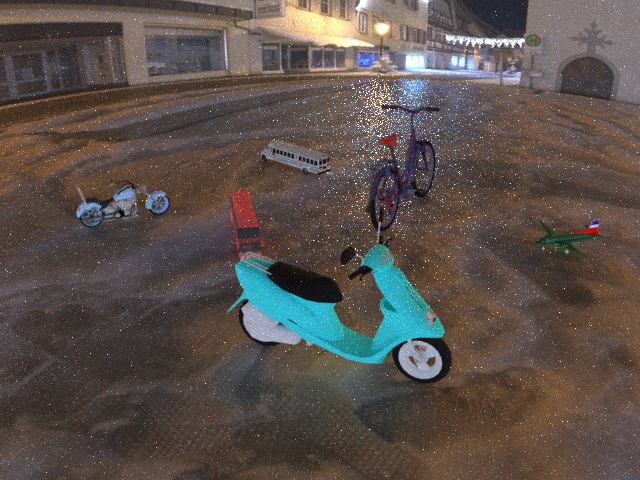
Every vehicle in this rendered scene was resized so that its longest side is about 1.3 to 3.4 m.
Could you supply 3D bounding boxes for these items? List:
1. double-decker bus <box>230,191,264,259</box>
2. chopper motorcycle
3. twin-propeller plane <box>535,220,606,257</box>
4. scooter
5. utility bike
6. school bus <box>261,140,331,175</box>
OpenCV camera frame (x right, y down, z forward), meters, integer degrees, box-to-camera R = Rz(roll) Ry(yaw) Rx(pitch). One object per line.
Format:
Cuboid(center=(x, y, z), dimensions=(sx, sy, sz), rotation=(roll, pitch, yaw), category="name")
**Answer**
Cuboid(center=(-1.191, -0.240, 11.089), dimensions=(0.389, 0.541, 1.672), rotation=(-5, 26, -10), category="double-decker bus")
Cuboid(center=(-3.293, -0.669, 11.728), dimensions=(1.563, 0.761, 0.466), rotation=(-15, 30, -29), category="chopper motorcycle")
Cuboid(center=(3.856, -0.073, 10.898), dimensions=(1.095, 0.407, 1.370), rotation=(-6, 26, -12), category="twin-propeller plane")
Cuboid(center=(0.179, 0.621, 7.859), dimensions=(2.721, 1.786, 1.288), rotation=(10, 27, 20), category="scooter")
Cuboid(center=(1.344, -1.326, 11.852), dimensions=(1.039, 1.839, 2.791), rotation=(14, 29, 26), category="utility bike")
Cuboid(center=(-0.533, -1.688, 14.228), dimensions=(1.708, 0.434, 0.365), rotation=(21, 33, 37), category="school bus")
